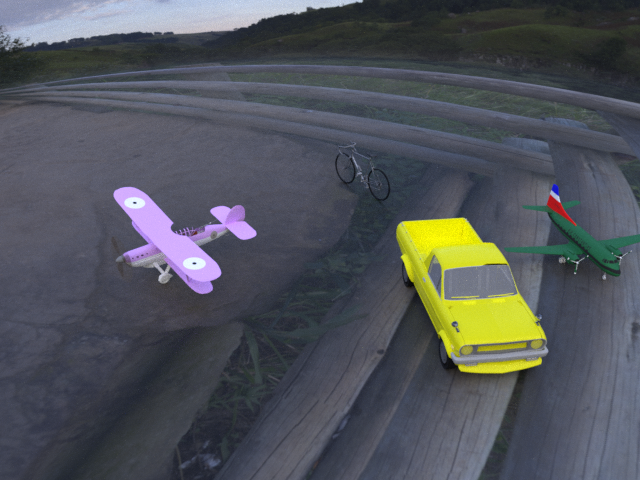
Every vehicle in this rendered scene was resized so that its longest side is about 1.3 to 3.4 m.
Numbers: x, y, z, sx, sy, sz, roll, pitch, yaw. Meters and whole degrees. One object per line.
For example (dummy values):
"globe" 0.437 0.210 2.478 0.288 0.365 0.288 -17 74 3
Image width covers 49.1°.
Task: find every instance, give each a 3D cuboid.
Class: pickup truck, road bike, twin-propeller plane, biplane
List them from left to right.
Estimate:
"biplane" -1.961 0.020 10.211 2.120 0.981 2.598 -21 35 -34
"road bike" 0.760 -1.279 12.745 0.358 0.852 1.545 -20 34 -32
"pickup truck" 1.891 0.522 9.270 1.244 0.993 3.117 -4 29 -7
"twin-propeller plane" 3.980 -0.125 10.677 2.663 0.792 2.129 -6 29 -11
